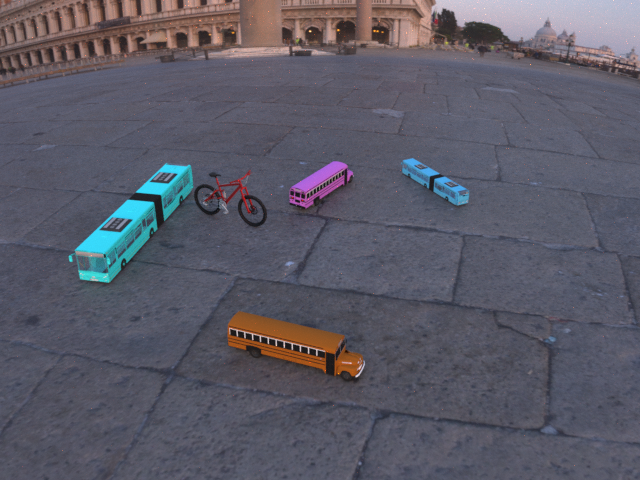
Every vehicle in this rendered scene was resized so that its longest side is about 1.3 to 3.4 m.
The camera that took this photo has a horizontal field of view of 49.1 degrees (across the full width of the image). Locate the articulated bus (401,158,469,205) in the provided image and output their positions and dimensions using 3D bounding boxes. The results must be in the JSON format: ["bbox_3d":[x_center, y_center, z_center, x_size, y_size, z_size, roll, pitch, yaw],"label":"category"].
[{"bbox_3d":[2.111,-1.096,12.990,0.311,0.289,1.749,-15,32,-25],"label":"articulated bus"}]

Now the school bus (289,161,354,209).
[{"bbox_3d":[0.066,-1.034,12.727,0.365,0.434,1.708,17,33,28],"label":"school bus"}]

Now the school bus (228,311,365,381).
[{"bbox_3d":[-0.292,1.275,8.514,1.708,0.434,0.365,11,30,19],"label":"school bus"}]

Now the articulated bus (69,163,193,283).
[{"bbox_3d":[-2.920,-0.388,11.415,0.605,0.561,3.401,6,29,11],"label":"articulated bus"}]

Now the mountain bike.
[{"bbox_3d":[-1.520,-0.719,11.701,1.469,0.868,0.573,15,32,25],"label":"mountain bike"}]
